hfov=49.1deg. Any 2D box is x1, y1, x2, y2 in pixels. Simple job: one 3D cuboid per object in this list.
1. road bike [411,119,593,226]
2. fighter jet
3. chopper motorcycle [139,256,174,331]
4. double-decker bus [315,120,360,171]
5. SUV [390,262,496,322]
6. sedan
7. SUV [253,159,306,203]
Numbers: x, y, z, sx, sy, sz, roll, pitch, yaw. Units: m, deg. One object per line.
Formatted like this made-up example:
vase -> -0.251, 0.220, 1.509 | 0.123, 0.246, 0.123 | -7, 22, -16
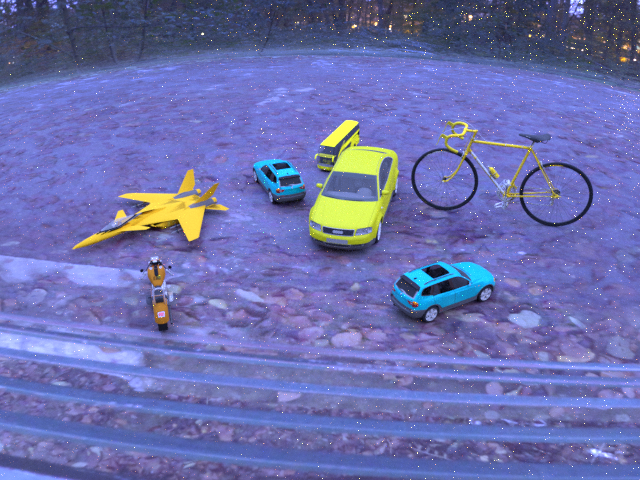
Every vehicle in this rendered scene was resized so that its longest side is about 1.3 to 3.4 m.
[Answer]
road bike -> 3.018, -1.107, 11.699 | 3.004, 1.656, 0.696 | 10, 31, 16
fighter jet -> -2.924, -0.458, 11.670 | 2.640, 0.557, 2.229 | -25, 38, -37
chopper motorcycle -> -2.223, 0.600, 9.607 | 0.466, 0.761, 1.563 | -7, 31, -13
double-decker bus -> 0.384, -1.920, 14.251 | 0.389, 0.541, 1.672 | 11, 32, 19
SUV -> 1.736, 0.617, 9.760 | 1.572, 0.580, 0.656 | -16, 33, -26
sedan -> 0.633, -0.890, 12.041 | 1.235, 0.940, 3.137 | 7, 30, 12
SUV -> -0.763, -1.184, 12.921 | 0.656, 0.580, 1.572 | -11, 31, -19
